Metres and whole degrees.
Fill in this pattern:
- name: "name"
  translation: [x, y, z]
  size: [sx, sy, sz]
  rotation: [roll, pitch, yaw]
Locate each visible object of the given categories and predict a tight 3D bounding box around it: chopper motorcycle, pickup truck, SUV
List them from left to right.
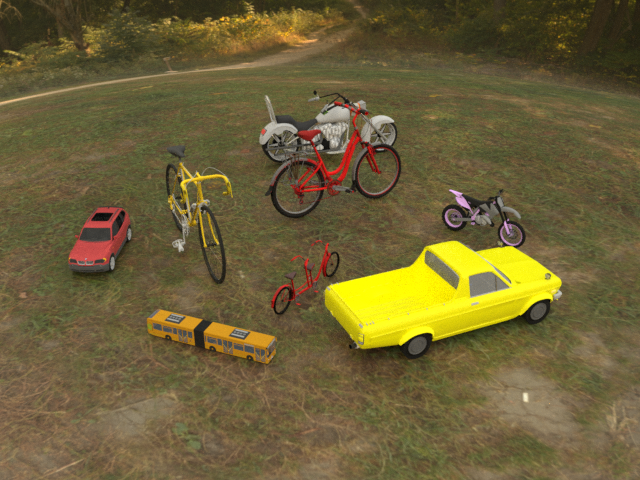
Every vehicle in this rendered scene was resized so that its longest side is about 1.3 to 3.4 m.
- name: "SUV"
  translation: [-3.430, -0.035, 10.958]
  size: [0.656, 0.580, 1.572]
  rotation: [1, 27, 1]
- name: "chopper motorcycle"
  translation: [0.215, -2.405, 14.542]
  size: [3.040, 1.480, 0.906]
  rotation: [-10, 29, -18]
- name: "pickup truck"
  translation: [1.647, 0.649, 9.196]
  size: [3.117, 0.993, 1.244]
  rotation: [-12, 30, -21]

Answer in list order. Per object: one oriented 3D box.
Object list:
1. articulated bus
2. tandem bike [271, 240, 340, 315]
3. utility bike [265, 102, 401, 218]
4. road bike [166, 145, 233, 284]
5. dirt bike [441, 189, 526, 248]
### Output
- name: "articulated bus"
  translation: [-1.383, 1.213, 8.875]
  size: [1.749, 0.289, 0.311]
  rotation: [10, 29, 19]
- name: "tandem bike"
  translation: [-0.179, 0.475, 9.867]
  size: [0.283, 0.682, 1.642]
  rotation: [18, 32, 30]
- name: "utility bike"
  translation: [0.237, -1.449, 12.315]
  size: [2.791, 1.839, 1.039]
  rotation: [-15, 31, -26]
- name: "road bike"
  translation: [-1.973, -0.531, 10.748]
  size: [0.696, 1.656, 3.004]
  rotation: [-13, 30, -23]
- name: "dirt bike"
  translation: [2.660, -0.404, 11.368]
  size: [1.493, 0.857, 0.527]
  rotation: [20, 34, 34]
